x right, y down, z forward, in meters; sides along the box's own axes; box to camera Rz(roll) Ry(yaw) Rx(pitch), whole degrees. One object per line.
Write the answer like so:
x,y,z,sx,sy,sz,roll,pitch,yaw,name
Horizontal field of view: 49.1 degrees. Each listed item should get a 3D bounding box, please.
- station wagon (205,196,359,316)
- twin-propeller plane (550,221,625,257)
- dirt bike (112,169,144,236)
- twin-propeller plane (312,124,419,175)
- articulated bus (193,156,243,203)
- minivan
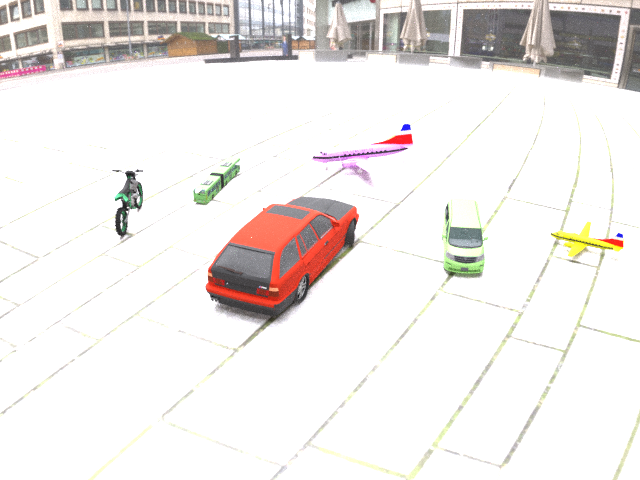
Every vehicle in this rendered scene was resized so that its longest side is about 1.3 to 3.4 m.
-0.424,-0.033,10.260,1.327,0.920,3.105,12,30,21,station wagon
4.117,-0.030,10.811,1.095,0.407,1.370,15,31,27,twin-propeller plane
-3.186,-0.709,11.627,0.527,0.857,1.493,1,28,1,dirt bike
0.865,-1.851,13.888,2.129,0.792,2.663,-7,28,-14,twin-propeller plane
-1.896,-1.139,13.067,0.311,0.289,1.749,7,28,13,articulated bus
2.184,-0.076,10.673,0.681,0.616,1.548,4,28,7,minivan
